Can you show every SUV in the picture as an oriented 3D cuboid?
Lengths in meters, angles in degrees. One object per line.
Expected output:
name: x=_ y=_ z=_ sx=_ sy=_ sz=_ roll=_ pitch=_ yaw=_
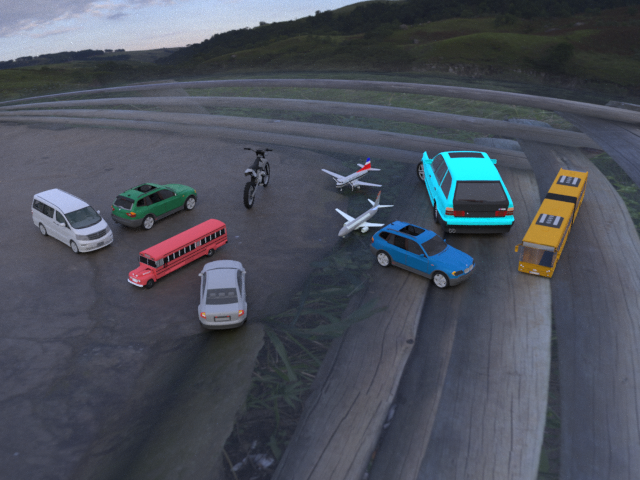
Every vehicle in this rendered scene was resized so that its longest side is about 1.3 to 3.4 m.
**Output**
SUV: x=-2.765 y=-0.668 z=11.759 sx=0.656 sy=0.580 sz=1.572 roll=17 pitch=31 yaw=31
SUV: x=1.463 y=0.164 z=10.061 sx=1.572 sy=0.580 sz=0.656 roll=21 pitch=33 yaw=36

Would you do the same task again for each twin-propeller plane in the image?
twin-propeller plane: x=0.637 y=-1.223 z=13.088 sx=1.370 sy=0.407 sz=1.095 roll=19 pitch=32 yaw=34

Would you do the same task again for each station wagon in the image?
station wagon: x=2.494 y=-1.077 z=12.207 sx=1.327 sy=0.920 sz=3.105 roll=0 pitch=26 yaw=0

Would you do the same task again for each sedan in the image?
sedan: x=-1.282 y=0.626 z=9.229 sx=0.635 sy=0.483 sz=1.613 roll=-3 pitch=26 yaw=-6

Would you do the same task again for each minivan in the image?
minivan: x=-3.902 y=-0.311 z=10.990 sx=1.548 sy=0.616 sz=0.681 roll=21 pitch=33 yaw=37

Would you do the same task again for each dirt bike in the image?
dirt bike: x=-1.128 y=-1.173 z=12.474 sx=0.527 sy=0.857 sz=1.493 roll=5 pitch=27 yaw=10

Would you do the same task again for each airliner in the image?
airliner: x=0.665 y=-0.411 z=11.405 sx=1.161 sy=0.429 sz=1.307 roll=17 pitch=31 yaw=31

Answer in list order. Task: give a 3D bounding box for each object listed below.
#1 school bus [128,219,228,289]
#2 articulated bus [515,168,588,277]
school bus: x=-2.057 y=0.184 z=10.186 sx=0.365 sy=0.434 sz=1.708 roll=18 pitch=31 yaw=32
articulated bus: x=3.774 y=-0.374 z=11.180 sx=0.605 sy=0.561 sz=3.401 roll=12 pitch=29 yaw=23
